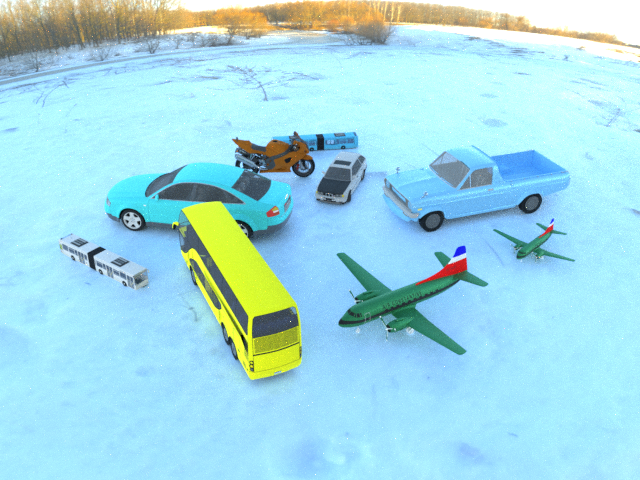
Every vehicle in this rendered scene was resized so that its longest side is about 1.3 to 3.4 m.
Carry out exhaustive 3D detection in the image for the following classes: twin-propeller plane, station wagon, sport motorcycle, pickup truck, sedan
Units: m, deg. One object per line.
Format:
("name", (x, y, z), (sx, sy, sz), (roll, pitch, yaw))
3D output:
("twin-propeller plane", (1.137, 0.658, 9.192), (2.129, 0.792, 2.663), (-17, 34, -27))
("station wagon", (0.391, -1.168, 12.640), (0.682, 0.473, 1.597), (9, 31, 15))
("sport motorcycle", (-0.849, -1.537, 12.929), (1.520, 0.821, 0.506), (-1, 30, -1))
("twin-propeller plane", (3.300, 0.010, 10.685), (1.370, 0.407, 1.095), (26, 39, 37))
("pickup truck", (2.648, -1.017, 11.865), (3.117, 0.993, 1.244), (-10, 32, -17))
("sedan", (-2.003, -0.724, 11.417), (3.137, 0.940, 1.235), (6, 31, 10))

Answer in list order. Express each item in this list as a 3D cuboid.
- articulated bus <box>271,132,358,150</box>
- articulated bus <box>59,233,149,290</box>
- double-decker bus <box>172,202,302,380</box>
("articulated bus", (-0.103, -1.986, 14.226), (1.749, 0.289, 0.311), (-5, 31, -8))
("articulated bus", (-3.197, 0.306, 10.296), (1.749, 0.289, 0.311), (20, 36, 31))
("double-decker bus", (-1.160, 0.498, 9.209), (0.756, 1.052, 3.251), (-13, 33, -21))
